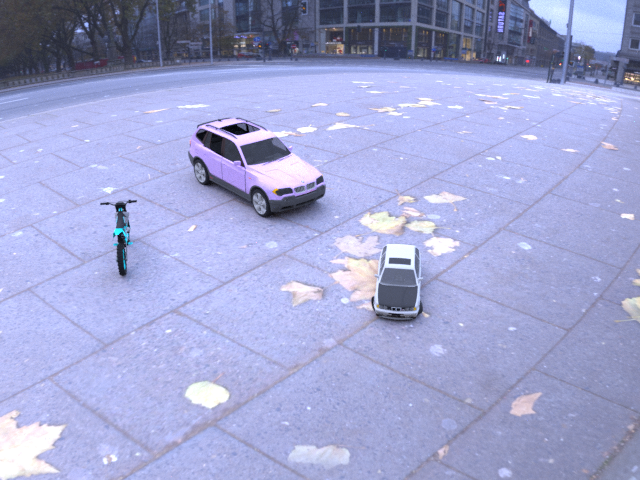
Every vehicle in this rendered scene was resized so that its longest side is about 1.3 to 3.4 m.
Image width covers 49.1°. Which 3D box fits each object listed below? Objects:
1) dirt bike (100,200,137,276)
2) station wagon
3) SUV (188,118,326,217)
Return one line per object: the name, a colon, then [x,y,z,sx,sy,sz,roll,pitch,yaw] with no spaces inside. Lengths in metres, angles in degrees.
dirt bike: [-2.951,-0.120,10.411,0.527,0.857,1.493,-5,27,-10]
station wagon: [1.080,0.510,9.590,0.682,0.473,1.597,4,27,7]
SUV: [-1.210,-1.415,12.670,1.276,1.128,3.058,-21,34,-35]
